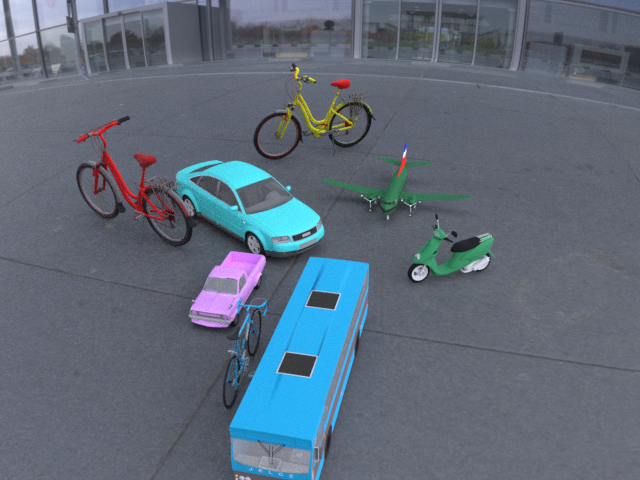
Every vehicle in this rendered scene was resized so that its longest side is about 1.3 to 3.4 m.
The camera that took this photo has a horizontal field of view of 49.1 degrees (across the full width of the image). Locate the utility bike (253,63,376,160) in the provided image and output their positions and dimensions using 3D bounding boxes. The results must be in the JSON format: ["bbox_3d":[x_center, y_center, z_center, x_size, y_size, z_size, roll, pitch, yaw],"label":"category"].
[{"bbox_3d":[-0.020,-2.582,14.187,2.791,1.839,1.039,-13,31,-22],"label":"utility bike"}]

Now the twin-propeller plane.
[{"bbox_3d":[1.363,-1.050,12.484,2.663,0.792,2.129,7,30,13],"label":"twin-propeller plane"}]

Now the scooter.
[{"bbox_3d":[1.940,0.134,10.196,1.399,0.919,0.662,-9,30,-15],"label":"scooter"}]

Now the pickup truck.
[{"bbox_3d":[-1.259,0.615,9.744,0.640,0.511,1.603,7,29,12],"label":"pickup truck"}]

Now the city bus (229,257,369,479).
[{"bbox_3d":[-0.102,1.391,7.932,0.926,0.894,3.255,6,29,11],"label":"city bus"}]

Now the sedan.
[{"bbox_3d":[-1.227,-0.666,11.631,1.235,0.940,3.137,-24,37,-36],"label":"sedan"}]

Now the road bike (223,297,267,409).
[{"bbox_3d":[-0.903,1.260,8.216,0.358,0.852,1.545,5,29,9],"label":"road bike"}]

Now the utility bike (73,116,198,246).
[{"bbox_3d":[-3.087,-0.890,11.105,2.791,1.839,1.039,19,34,30],"label":"utility bike"}]
